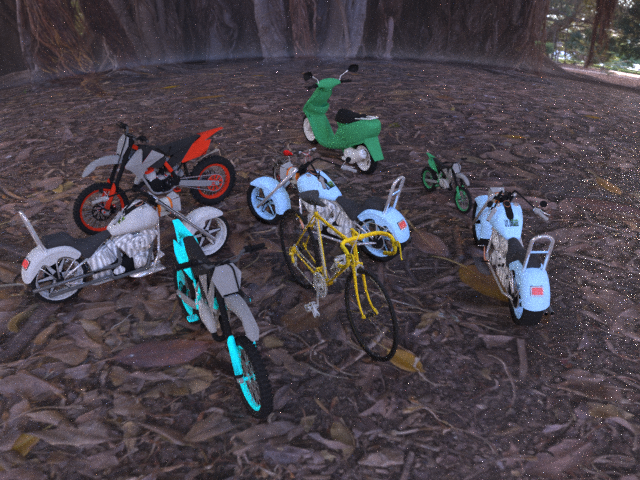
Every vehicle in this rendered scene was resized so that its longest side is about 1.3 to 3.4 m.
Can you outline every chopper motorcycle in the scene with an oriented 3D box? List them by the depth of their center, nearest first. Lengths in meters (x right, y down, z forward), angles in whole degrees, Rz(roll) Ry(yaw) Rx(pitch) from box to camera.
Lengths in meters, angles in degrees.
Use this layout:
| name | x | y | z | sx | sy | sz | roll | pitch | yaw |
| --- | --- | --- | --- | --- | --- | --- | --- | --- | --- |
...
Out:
| name | x | y | z | sx | sy | sz | roll | pitch | yaw |
| --- | --- | --- | --- | --- | --- | --- | --- | --- | --- |
| chopper motorcycle | 2.617 | -0.058 | 9.791 | 0.906 | 1.480 | 3.040 | -1 | 28 | -1 |
| chopper motorcycle | -2.665 | -0.094 | 9.857 | 3.040 | 1.480 | 0.906 | -20 | 34 | -32 |
| chopper motorcycle | 0.044 | -0.633 | 10.852 | 3.040 | 1.480 | 0.906 | 20 | 34 | 32 |

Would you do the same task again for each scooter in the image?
| name | x | y | z | sx | sy | sz | roll | pitch | yaw |
| --- | --- | --- | --- | --- | --- | --- | --- | --- | --- |
| scooter | 0.389 | -2.451 | 13.882 | 1.288 | 1.786 | 2.721 | -17 | 33 | -28 |

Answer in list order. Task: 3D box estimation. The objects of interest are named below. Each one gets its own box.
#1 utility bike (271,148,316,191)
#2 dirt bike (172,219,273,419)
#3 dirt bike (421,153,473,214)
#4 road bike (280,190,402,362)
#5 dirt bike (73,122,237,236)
| name | x | y | z | sx | sy | sz | roll | pitch | yaw |
| --- | --- | --- | --- | --- | --- | --- | --- | --- | --- |
| utility bike | -0.388 | -1.234 | 12.518 | 0.535 | 0.946 | 1.435 | -23 | 36 | -36 |
| dirt bike | -1.210 | 0.735 | 8.134 | 1.024 | 1.666 | 2.903 | -15 | 32 | -25 |
| dirt bike | 2.231 | -1.066 | 12.303 | 0.527 | 0.857 | 1.493 | -13 | 31 | -23 |
| road bike | 0.151 | 0.294 | 8.958 | 0.696 | 1.656 | 3.004 | -15 | 32 | -25 |
| dirt bike | -2.667 | -1.082 | 11.483 | 2.903 | 1.666 | 1.024 | -19 | 34 | -31 |
